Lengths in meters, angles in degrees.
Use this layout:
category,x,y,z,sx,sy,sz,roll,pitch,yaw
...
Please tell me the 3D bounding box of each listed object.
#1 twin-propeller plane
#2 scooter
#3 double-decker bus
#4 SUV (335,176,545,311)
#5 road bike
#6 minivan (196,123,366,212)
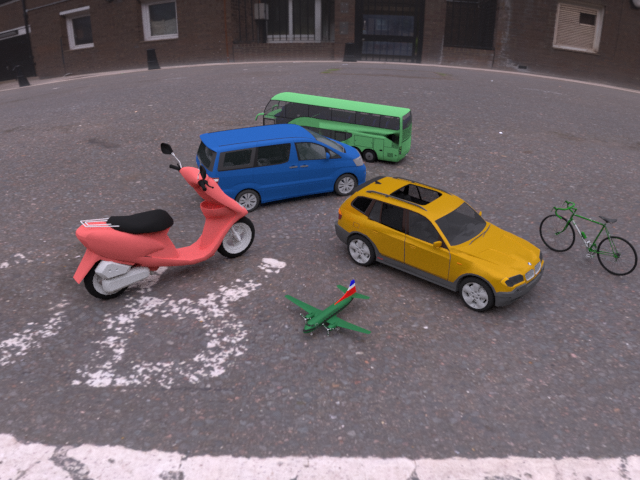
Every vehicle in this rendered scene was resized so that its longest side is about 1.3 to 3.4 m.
category,x,y,z,sx,sy,sz,roll,pitch,yaw
twin-propeller plane,0.139,0.870,8.930,1.370,0.407,1.095,20,34,34
scooter,-2.088,-0.265,9.609,2.721,1.786,1.288,-19,33,-32
double-decker bus,0.264,-2.332,14.335,3.251,1.052,0.756,13,30,22
SUV,1.639,-0.067,9.939,3.058,1.128,1.276,21,34,35
road bike,3.899,-0.049,10.203,0.358,0.852,1.545,-23,35,-37
minivan,-0.649,-1.379,12.365,3.011,1.197,1.324,-11,30,-20
